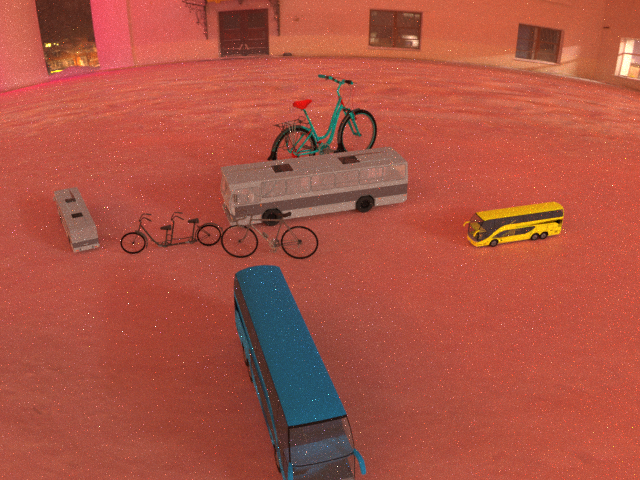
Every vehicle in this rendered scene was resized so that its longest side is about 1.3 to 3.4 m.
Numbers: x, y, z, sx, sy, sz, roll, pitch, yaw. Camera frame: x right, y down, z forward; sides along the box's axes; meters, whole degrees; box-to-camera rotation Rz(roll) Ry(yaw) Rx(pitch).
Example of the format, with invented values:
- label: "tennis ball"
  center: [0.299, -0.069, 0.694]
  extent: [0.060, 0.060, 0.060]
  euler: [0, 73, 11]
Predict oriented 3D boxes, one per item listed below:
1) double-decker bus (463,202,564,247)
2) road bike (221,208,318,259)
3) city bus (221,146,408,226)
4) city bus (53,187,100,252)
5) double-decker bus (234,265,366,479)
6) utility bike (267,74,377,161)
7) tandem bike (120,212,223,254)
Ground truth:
- label: "double-decker bus"
  center: [3.220, -0.256, 11.608]
  extent: [1.672, 0.541, 0.389]
  euler: [-8, 30, -14]
- label: "road bike"
  center: [-0.796, -0.078, 10.969]
  extent: [1.545, 0.852, 0.358]
  euler: [1, 29, 2]
- label: "city bus"
  center: [-0.088, -0.940, 12.472]
  extent: [3.255, 0.894, 0.926]
  euler: [-9, 30, -15]
- label: "city bus"
  center: [-4.130, -0.344, 11.849]
  extent: [0.476, 0.460, 1.674]
  euler: [-14, 32, -23]
- label: "double-decker bus"
  center: [-0.375, 1.515, 7.907]
  extent: [0.756, 1.052, 3.251]
  euler: [-8, 30, -14]
- label: "utility bike"
  center: [0.036, -2.316, 13.969]
  extent: [2.791, 1.839, 1.039]
  euler: [-21, 35, -33]
- label: "tandem bike"
  center: [-2.382, -0.137, 11.249]
  extent: [1.642, 0.682, 0.283]
  euler: [-6, 30, -11]
